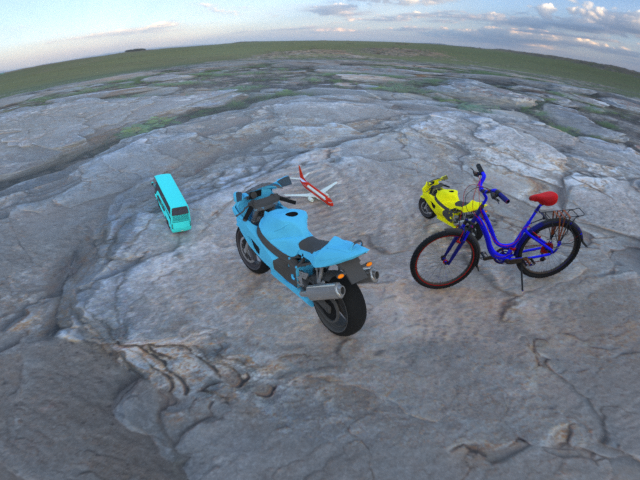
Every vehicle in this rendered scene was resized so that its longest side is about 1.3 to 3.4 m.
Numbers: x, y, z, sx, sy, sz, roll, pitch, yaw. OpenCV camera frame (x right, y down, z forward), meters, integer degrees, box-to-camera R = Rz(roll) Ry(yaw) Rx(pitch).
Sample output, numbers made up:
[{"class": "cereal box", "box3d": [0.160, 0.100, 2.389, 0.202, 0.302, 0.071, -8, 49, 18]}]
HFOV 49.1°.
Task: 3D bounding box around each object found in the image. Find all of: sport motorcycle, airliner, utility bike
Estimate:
[{"class": "sport motorcycle", "box3d": [2.241, -0.545, 11.969, 0.506, 0.821, 1.520, -20, 35, -31]}, {"class": "airliner", "box3d": [-0.095, -1.006, 13.200, 1.161, 0.429, 1.307, -16, 33, -27]}, {"class": "utility bike", "box3d": [2.694, -0.081, 10.087, 2.791, 1.839, 1.039, -6, 30, -10]}, {"class": "sport motorcycle", "box3d": [-0.350, 0.183, 9.862, 0.983, 1.596, 2.955, -21, 35, -33]}]

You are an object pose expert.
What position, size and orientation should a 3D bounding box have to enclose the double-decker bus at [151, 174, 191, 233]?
[{"class": "double-decker bus", "box3d": [-2.667, -0.695, 12.527, 0.389, 0.541, 1.672, -11, 31, -19]}]
